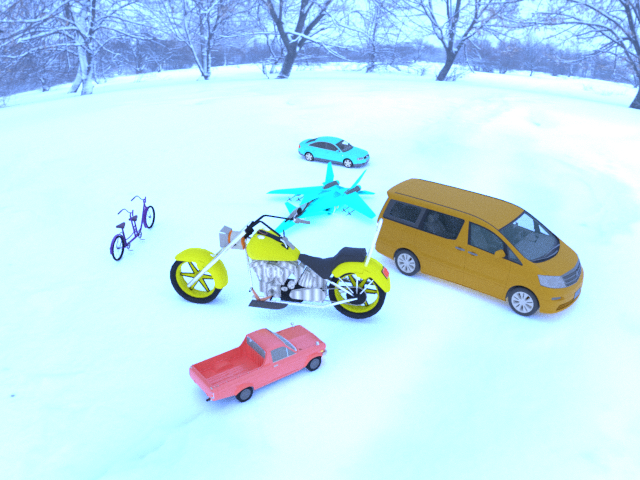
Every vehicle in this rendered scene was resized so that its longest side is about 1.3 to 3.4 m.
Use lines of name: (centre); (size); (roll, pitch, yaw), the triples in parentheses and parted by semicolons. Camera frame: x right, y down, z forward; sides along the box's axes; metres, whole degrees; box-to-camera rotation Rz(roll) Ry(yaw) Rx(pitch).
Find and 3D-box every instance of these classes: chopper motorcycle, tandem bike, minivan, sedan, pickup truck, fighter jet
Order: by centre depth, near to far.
pickup truck: (-0.696, 1.373, 8.131); (1.603, 0.511, 0.640); (-18, 31, -33)
chopper motorcycle: (-0.564, 0.280, 9.285); (3.040, 1.480, 0.906); (6, 26, 12)
minivan: (2.284, 0.033, 10.126); (3.011, 1.197, 1.324); (19, 32, 34)
tandem bike: (-3.020, -0.250, 11.307); (0.283, 0.682, 1.642); (5, 26, 10)
fighter jet: (-0.123, -0.693, 12.372); (2.229, 0.557, 2.640); (15, 29, 28)
sedan: (0.300, -1.935, 15.039); (1.613, 0.483, 0.635); (13, 29, 25)
